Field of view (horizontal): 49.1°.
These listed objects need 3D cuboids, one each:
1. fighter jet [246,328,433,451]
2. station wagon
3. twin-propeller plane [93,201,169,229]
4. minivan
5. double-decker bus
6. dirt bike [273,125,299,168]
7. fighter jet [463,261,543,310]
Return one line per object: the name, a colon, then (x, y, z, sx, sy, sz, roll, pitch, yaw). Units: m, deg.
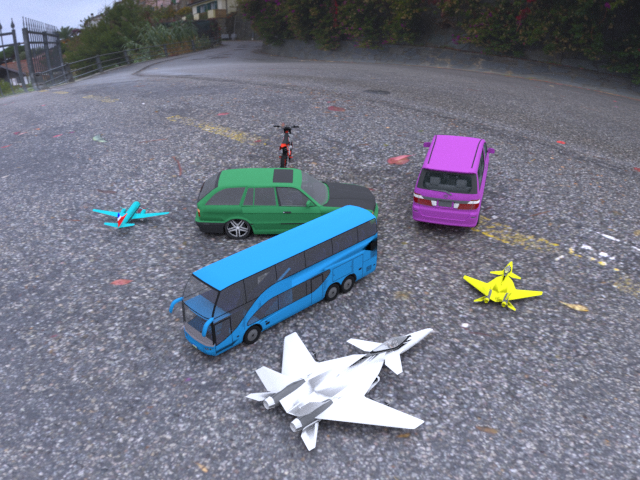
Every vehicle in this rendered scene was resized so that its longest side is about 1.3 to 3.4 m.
fighter jet: (0.498, 1.441, 8.422, 2.640, 0.557, 2.229, -23, 36, -36)
station wagon: (-0.550, -0.688, 11.990, 3.105, 0.920, 1.327, 0, 28, -1)
twin-propeller plane: (-3.319, -0.481, 12.147, 1.370, 0.407, 1.095, 2, 28, 4)
minivan: (2.452, -1.263, 12.766, 1.324, 1.197, 3.011, 7, 29, 14)
double-decker bus: (-0.491, 0.507, 9.635, 3.251, 1.052, 0.756, -25, 37, -38)
dirt bike: (-0.694, -1.866, 14.243, 0.527, 0.857, 1.493, 2, 28, 4)
fighter jet: (2.725, 0.553, 10.356, 1.147, 0.286, 1.358, 12, 30, 21)
